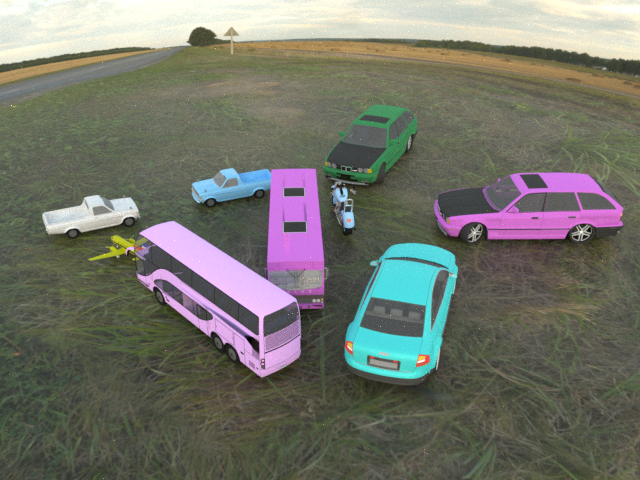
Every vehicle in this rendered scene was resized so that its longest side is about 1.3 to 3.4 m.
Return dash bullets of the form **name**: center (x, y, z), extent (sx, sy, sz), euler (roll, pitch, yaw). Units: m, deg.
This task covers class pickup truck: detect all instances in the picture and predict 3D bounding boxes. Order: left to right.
- **pickup truck**: center (-3.988, -0.457, 12.213), extent (1.603, 0.511, 0.640), euler (-14, 32, -23)
- **pickup truck**: center (-1.625, -1.066, 13.311), extent (1.603, 0.511, 0.640), euler (-12, 31, -21)

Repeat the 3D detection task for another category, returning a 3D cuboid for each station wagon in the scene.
- **station wagon**: center (1.113, -2.099, 14.749), extent (1.327, 0.920, 3.105), euler (12, 31, 21)
- **station wagon**: center (3.543, -0.607, 12.062), extent (3.105, 0.920, 1.327), euler (-1, 29, -1)

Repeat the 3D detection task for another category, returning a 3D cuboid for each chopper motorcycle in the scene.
- **chopper motorcycle**: center (0.384, -0.681, 12.359), extent (0.466, 0.761, 1.563), euler (-4, 29, -7)

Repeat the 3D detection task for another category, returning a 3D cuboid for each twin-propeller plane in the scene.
- **twin-propeller plane**: center (-3.091, 0.075, 11.362), extent (1.095, 0.407, 1.370), euler (24, 37, 36)

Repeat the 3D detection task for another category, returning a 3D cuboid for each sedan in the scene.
- **sedan**: center (1.187, 0.767, 9.566), extent (1.235, 0.940, 3.137), euler (8, 30, 15)

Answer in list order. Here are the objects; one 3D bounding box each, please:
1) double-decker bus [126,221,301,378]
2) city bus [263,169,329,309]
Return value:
- **double-decker bus**: center (-1.526, 0.684, 9.601), extent (0.756, 1.052, 3.251), euler (-24, 37, -36)
- **city bus**: center (-0.400, -0.094, 11.164), extent (0.926, 0.894, 3.255), euler (-1, 29, -2)
